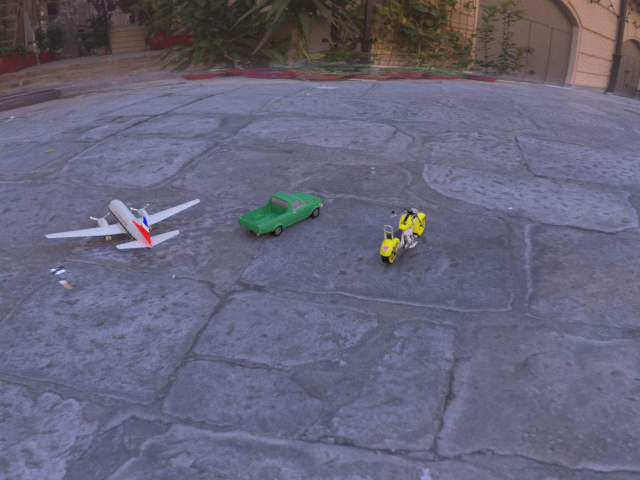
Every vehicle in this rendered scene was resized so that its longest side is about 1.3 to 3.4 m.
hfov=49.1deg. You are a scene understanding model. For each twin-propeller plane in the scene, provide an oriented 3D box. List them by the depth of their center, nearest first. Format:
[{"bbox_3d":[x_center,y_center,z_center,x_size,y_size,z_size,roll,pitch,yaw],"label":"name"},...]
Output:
[{"bbox_3d":[-3.183,-0.360,11.710,2.663,0.792,2.129,-16,32,-28],"label":"twin-propeller plane"}]

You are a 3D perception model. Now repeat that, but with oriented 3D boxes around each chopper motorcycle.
[{"bbox_3d":[1.387,-0.177,11.400,0.466,0.761,1.563,15,31,26],"label":"chopper motorcycle"}]

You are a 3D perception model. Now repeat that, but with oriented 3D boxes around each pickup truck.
[{"bbox_3d":[-0.673,-0.521,12.312,0.640,0.511,1.603,23,36,37],"label":"pickup truck"}]
